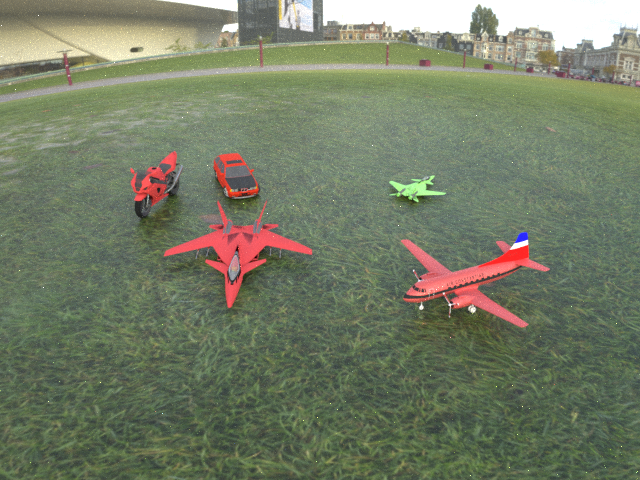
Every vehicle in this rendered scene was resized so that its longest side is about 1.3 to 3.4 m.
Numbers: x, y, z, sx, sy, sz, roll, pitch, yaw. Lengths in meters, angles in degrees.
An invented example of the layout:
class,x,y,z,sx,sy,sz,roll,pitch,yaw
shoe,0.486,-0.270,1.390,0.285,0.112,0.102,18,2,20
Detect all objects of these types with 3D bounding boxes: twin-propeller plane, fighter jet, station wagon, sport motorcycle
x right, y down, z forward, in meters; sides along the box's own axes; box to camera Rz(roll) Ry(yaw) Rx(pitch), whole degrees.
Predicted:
class,x,y,z,sx,sy,sz,roll,pitch,yaw
twin-propeller plane,2.039,0.430,9.557,2.129,0.792,2.663,-13,29,-24
fighter jet,1.884,-1.090,13.216,1.147,0.286,1.358,16,30,29
station wagon,-1.618,-1.259,13.348,0.682,0.473,1.597,-8,27,-16
fighter jet,-1.230,0.161,10.370,2.229,0.557,2.640,-1,26,-1
sport motorcycle,-2.894,-0.995,12.419,0.506,0.821,1.520,7,27,15
